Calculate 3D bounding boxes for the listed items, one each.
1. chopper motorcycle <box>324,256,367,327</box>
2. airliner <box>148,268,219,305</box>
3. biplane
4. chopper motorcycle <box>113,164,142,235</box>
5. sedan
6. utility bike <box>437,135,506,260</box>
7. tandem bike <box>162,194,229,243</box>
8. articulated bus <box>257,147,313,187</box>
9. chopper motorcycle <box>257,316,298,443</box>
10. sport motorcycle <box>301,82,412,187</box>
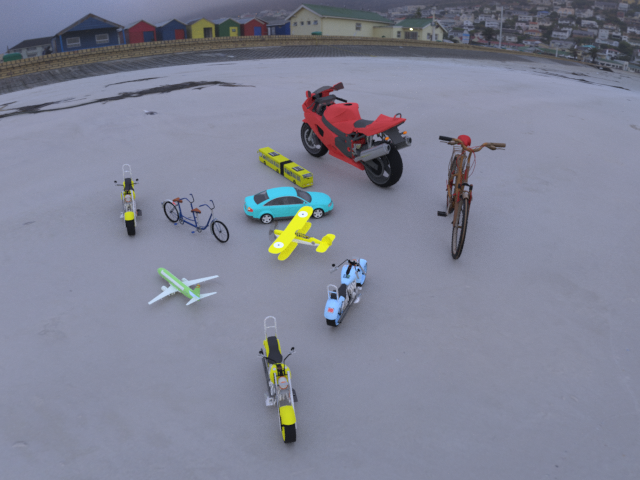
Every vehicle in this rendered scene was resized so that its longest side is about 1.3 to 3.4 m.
[{"bbox_3d":[0.398,0.601,9.944,0.466,0.761,1.563,10,31,17],"label":"chopper motorcycle"},{"bbox_3d":[-2.082,0.586,10.312,1.161,0.429,1.307,-22,36,-34],"label":"airliner"},{"bbox_3d":[-0.313,-0.018,11.325,1.090,0.504,1.336,13,31,21],"label":"biplane"},{"bbox_3d":[-3.367,-0.718,12.321,0.466,0.761,1.563,-7,30,-12],"label":"chopper motorcycle"},{"bbox_3d":[-0.558,-0.675,12.531,1.613,0.483,0.635,-6,30,-11],"label":"sedan"},{"bbox_3d":[2.417,-0.964,11.653,1.039,1.839,2.791,3,29,6],"label":"utility bike"},{"bbox_3d":[-2.145,-0.444,11.910,1.642,0.682,0.283,21,35,32],"label":"tandem bike"},{"bbox_3d":[-0.717,-1.489,14.198,0.311,0.289,1.749,-18,34,-29],"label":"articulated bus"},{"bbox_3d":[-0.477,1.597,8.149,0.466,0.761,1.563,-6,30,-10],"label":"chopper motorcycle"},{"bbox_3d":[0.586,-2.120,13.988,0.983,1.596,2.955,-23,36,-35],"label":"sport motorcycle"}]
